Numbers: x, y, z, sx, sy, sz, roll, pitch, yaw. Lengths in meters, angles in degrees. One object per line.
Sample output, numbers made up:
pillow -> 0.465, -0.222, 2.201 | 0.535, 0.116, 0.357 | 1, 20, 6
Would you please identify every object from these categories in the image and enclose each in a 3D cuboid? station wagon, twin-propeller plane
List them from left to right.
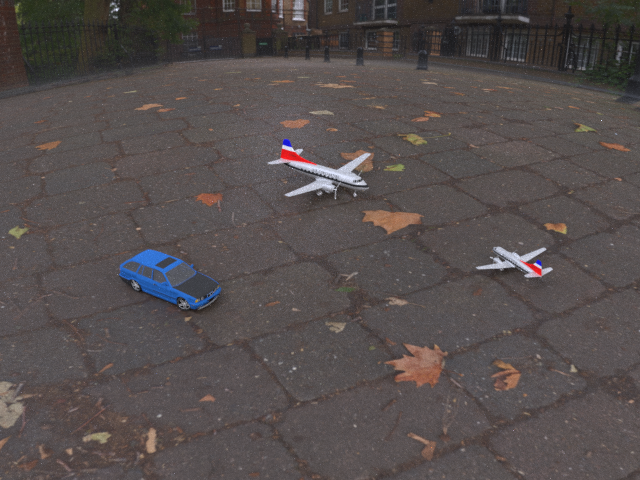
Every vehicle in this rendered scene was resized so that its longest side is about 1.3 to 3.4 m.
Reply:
station wagon -> -2.192, 0.541, 10.204 | 1.597, 0.473, 0.682 | 17, 32, 29
twin-propeller plane -> 0.054, -1.387, 13.514 | 2.129, 0.792, 2.663 | 19, 33, 32
twin-propeller plane -> 3.016, 0.293, 10.744 | 1.370, 0.407, 1.095 | -14, 31, -24
